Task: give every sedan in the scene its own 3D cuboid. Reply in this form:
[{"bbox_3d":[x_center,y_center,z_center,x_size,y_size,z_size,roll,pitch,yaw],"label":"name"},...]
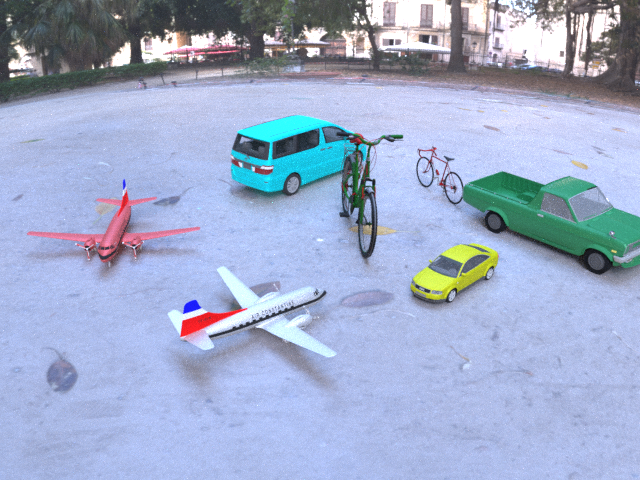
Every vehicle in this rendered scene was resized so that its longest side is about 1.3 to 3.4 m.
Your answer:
[{"bbox_3d":[1.938,0.409,10.004,1.613,0.483,0.635,-23,34,-40],"label":"sedan"}]

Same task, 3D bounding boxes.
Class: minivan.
[{"bbox_3d":[-0.335,-1.812,13.853,1.324,1.197,3.011,22,33,38],"label":"minivan"}]

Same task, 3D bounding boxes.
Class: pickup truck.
[{"bbox_3d":[3.807,-0.477,11.278,1.244,0.993,3.117,-19,31,-35],"label":"pickup truck"}]

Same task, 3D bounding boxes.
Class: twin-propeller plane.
[{"bbox_3d":[-3.227,-0.279,11.093,2.663,0.792,2.129,-2,25,-4],"label":"twin-propeller plane"},{"bbox_3d":[-0.775,0.839,8.737,2.129,0.792,2.663,-17,30,-32],"label":"twin-propeller plane"}]

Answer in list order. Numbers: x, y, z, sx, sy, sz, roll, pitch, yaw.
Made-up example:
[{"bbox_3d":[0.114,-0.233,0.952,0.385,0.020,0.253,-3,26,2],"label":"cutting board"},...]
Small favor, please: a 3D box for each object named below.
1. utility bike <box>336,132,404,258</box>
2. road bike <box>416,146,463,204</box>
[{"bbox_3d":[0.716,-0.978,11.347,1.039,1.839,2.791,-3,26,-7],"label":"utility bike"},{"bbox_3d":[2.227,-1.243,13.055,0.358,0.852,1.545,-11,28,-23],"label":"road bike"}]
